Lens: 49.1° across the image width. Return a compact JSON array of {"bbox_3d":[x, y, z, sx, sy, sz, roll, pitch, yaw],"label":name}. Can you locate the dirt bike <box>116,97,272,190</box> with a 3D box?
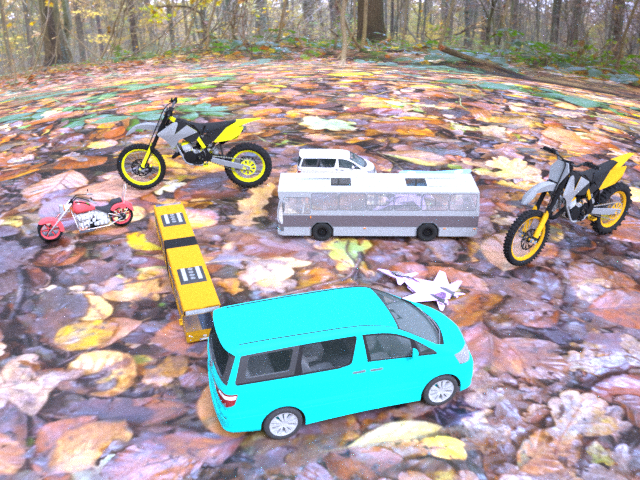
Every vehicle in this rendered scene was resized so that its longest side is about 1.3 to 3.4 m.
[{"bbox_3d":[-2.354,-1.716,12.996,2.903,1.666,1.024,-1,28,-3],"label":"dirt bike"}]

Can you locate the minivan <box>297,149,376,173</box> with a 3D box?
[{"bbox_3d":[0.325,-1.412,13.547,1.548,0.616,0.681,1,28,1],"label":"minivan"}]

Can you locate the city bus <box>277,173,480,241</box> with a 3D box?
[{"bbox_3d":[0.935,-0.552,11.608,3.255,0.894,0.926,0,28,1],"label":"city bus"}]

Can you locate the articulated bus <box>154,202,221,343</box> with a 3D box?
[{"bbox_3d":[-1.992,0.344,10.259,0.605,0.561,3.401,-9,29,-16],"label":"articulated bus"}]

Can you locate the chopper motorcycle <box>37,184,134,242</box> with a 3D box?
[{"bbox_3d":[-3.875,-0.455,11.566,1.563,0.761,0.466,-13,30,-23],"label":"chopper motorcycle"}]

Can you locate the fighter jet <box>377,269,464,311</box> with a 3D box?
[{"bbox_3d":[1.368,0.573,10.119,1.358,0.286,1.147,23,35,36],"label":"fighter jet"}]

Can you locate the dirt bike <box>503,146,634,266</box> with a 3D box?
[{"bbox_3d":[3.964,-0.598,10.865,2.903,1.666,1.024,-17,32,-29],"label":"dirt bike"}]

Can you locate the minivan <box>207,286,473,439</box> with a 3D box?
[{"bbox_3d":[0.262,1.237,7.874,3.011,1.197,1.324,-8,29,-15],"label":"minivan"}]

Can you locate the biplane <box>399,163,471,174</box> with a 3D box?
[{"bbox_3d":[2.089,-1.070,13.016,1.336,0.504,1.090,9,29,16],"label":"biplane"}]
